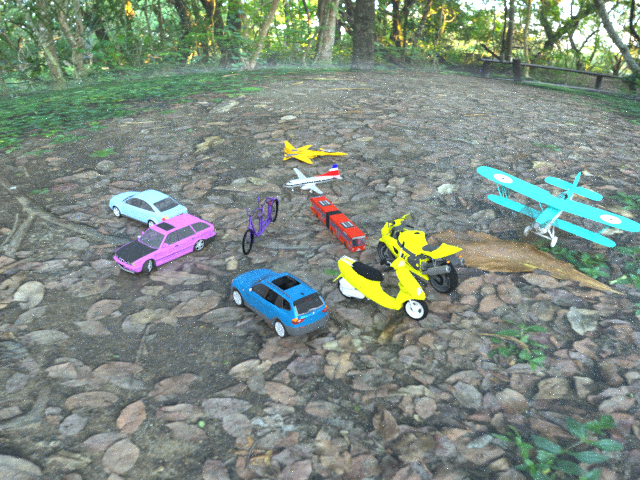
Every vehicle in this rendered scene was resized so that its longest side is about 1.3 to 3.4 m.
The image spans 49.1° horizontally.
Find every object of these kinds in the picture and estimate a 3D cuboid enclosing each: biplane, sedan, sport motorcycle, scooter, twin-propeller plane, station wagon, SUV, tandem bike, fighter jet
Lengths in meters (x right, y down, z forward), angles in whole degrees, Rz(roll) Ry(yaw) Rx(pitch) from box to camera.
[{"bbox_3d":[3.822,-0.526,11.175,2.598,0.981,2.120,17,31,31],"label":"biplane"},{"bbox_3d":[-2.924,-0.579,11.837,1.613,0.483,0.635,19,32,33],"label":"sedan"},{"bbox_3d":[1.379,0.187,9.928,0.506,0.821,1.520,-21,33,-36],"label":"sport motorcycle"},{"bbox_3d":[0.796,0.502,9.189,1.399,0.919,0.662,16,31,28],"label":"scooter"},{"bbox_3d":[-0.144,-1.157,13.077,1.095,0.407,1.370,-10,28,-20],"label":"twin-propeller plane"},{"bbox_3d":[-2.363,0.012,10.667,0.682,0.473,1.597,22,34,37],"label":"station wagon"},{"bbox_3d":[-0.550,0.720,9.132,0.656,0.580,1.572,-20,33,-34],"label":"SUV"},{"bbox_3d":[-0.935,-0.358,11.174,0.283,0.682,1.642,7,27,14],"label":"tandem bike"},{"bbox_3d":[-0.089,-1.867,14.632,1.358,0.286,1.147,-1,27,-1],"label":"fighter jet"}]

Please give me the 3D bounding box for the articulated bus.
[{"bbox_3d":[0.273,-0.292,11.480,0.311,0.289,1.749,-10,28,-20],"label":"articulated bus"}]
